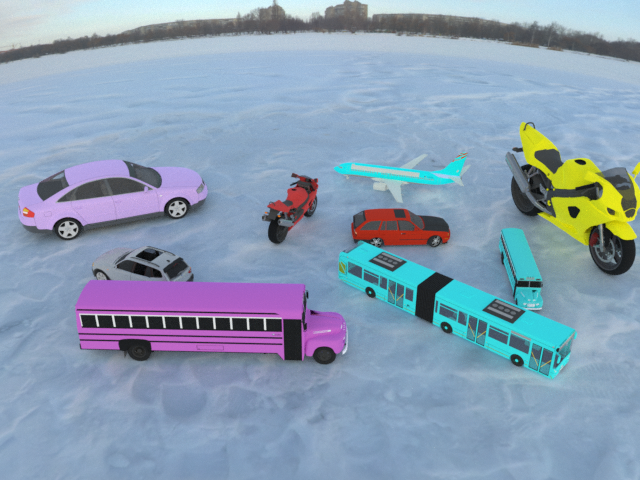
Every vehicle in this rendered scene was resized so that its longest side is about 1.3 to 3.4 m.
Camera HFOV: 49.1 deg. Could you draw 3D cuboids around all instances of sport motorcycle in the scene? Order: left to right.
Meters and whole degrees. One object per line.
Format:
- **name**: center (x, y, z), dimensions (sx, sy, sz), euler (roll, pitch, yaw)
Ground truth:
- **sport motorcycle**: center (-0.435, -0.541, 11.527), dimensions (0.506, 0.821, 1.520), euler (15, 33, 24)
- **sport motorcycle**: center (3.957, -0.710, 11.041), dimensions (0.983, 1.596, 2.955), euler (-10, 31, -17)

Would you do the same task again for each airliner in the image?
- **airliner**: center (1.467, -1.380, 12.986), dimensions (2.541, 0.835, 2.257), euler (9, 31, 16)

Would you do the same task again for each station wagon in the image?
- **station wagon**: center (1.311, -0.225, 11.324), dimensions (1.597, 0.473, 0.682), euler (-1, 30, -1)

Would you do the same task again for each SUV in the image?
- **SUV**: center (-2.580, 0.400, 10.119), dimensions (1.572, 0.580, 0.656), euler (15, 33, 24)

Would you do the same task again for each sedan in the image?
- **sedan**: center (-3.492, -0.835, 11.924), dimensions (3.137, 0.940, 1.235), euler (-12, 32, -20)

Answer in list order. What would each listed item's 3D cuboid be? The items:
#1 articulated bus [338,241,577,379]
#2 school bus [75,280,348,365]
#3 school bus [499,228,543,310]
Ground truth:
- **articulated bus**: center (1.692, 0.847, 9.354), dimensions (3.401, 0.561, 0.605), euler (23, 37, 35)
- **school bus**: center (-1.307, 1.003, 8.793), dimensions (3.322, 0.844, 0.709), euler (1, 30, 2)
- **school bus**: center (2.936, 0.413, 10.244), dimensions (0.365, 0.434, 1.708), euler (2, 30, 3)
